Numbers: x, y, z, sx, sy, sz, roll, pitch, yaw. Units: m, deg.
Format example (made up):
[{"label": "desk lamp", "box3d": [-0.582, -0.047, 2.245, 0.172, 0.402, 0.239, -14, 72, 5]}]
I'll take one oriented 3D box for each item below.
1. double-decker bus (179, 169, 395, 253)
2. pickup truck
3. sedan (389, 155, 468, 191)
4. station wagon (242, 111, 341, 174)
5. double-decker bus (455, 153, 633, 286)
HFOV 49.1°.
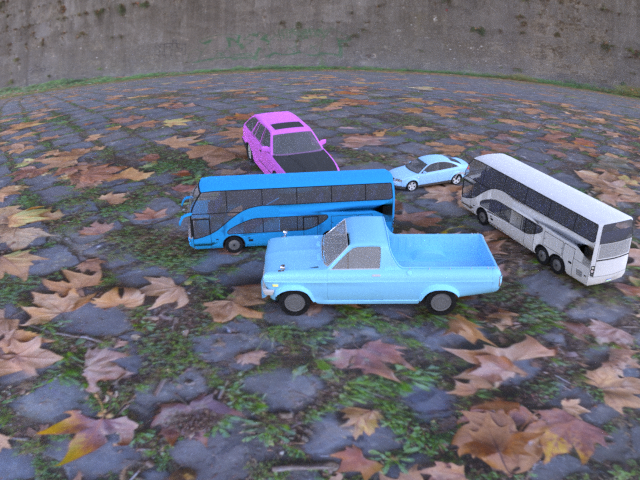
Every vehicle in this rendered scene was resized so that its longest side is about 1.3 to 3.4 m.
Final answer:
[{"label": "double-decker bus", "box3d": [-0.487, -0.462, 10.690, 3.251, 1.052, 0.756, -3, 27, -6]}, {"label": "pickup truck", "box3d": [0.767, 0.274, 9.275, 3.117, 0.993, 1.244, 0, 26, -1]}, {"label": "sedan", "box3d": [2.001, -1.292, 13.001, 1.613, 0.483, 0.635, -10, 28, -19]}, {"label": "station wagon", "box3d": [-0.599, -1.745, 13.422, 1.327, 0.920, 3.105, -9, 28, -18]}, {"label": "double-decker bus", "box3d": [3.269, -0.435, 10.636, 0.756, 1.052, 3.251, -11, 28, -21]}]
